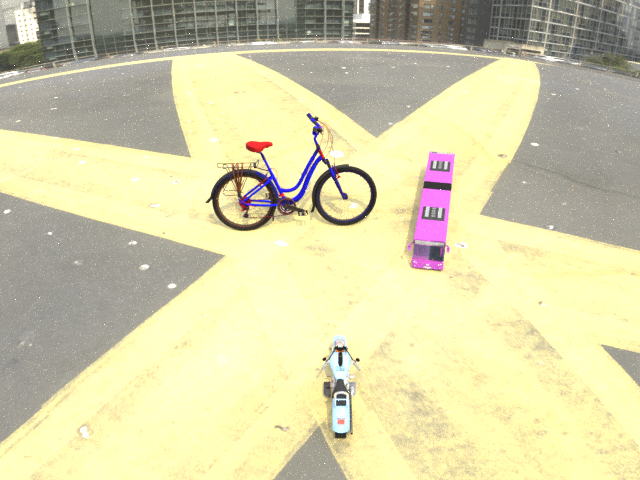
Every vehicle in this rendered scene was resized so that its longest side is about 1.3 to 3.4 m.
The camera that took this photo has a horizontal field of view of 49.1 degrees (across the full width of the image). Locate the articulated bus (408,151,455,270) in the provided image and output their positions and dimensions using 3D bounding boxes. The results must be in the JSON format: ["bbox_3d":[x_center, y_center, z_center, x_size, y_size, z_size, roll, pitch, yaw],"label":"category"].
[{"bbox_3d":[1.931,-0.596,11.732,0.605,0.561,3.401,6,31,10],"label":"articulated bus"}]

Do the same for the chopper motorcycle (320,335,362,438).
[{"bbox_3d":[0.233,1.524,7.960,0.466,0.761,1.563,0,31,1],"label":"chopper motorcycle"}]

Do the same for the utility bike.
[{"bbox_3d":[-0.465,-1.063,11.266,2.791,1.839,1.039,-3,31,-5],"label":"utility bike"}]
